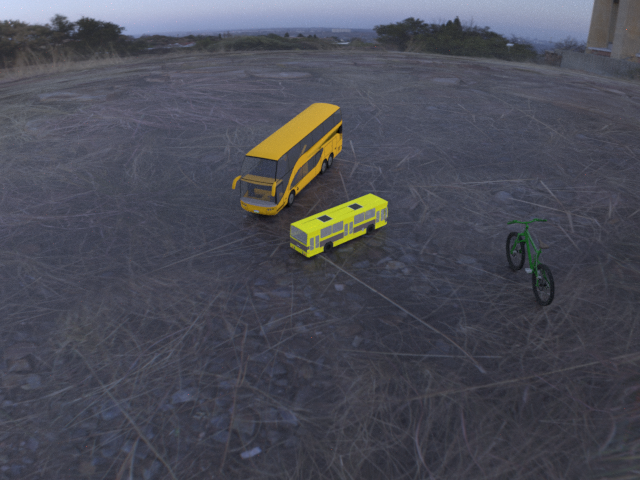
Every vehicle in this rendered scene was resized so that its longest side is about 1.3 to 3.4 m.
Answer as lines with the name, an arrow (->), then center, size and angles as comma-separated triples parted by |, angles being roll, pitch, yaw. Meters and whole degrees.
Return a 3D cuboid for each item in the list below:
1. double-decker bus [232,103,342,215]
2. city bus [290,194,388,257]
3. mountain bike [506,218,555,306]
double-decker bus -> -0.458, -1.484, 12.508 | 0.756, 1.052, 3.251 | 11, 31, 19
city bus -> 0.317, -0.224, 10.849 | 1.674, 0.460, 0.476 | -22, 36, -34
mountain bike -> 2.883, 0.242, 9.590 | 0.573, 0.868, 1.469 | -5, 29, -8
